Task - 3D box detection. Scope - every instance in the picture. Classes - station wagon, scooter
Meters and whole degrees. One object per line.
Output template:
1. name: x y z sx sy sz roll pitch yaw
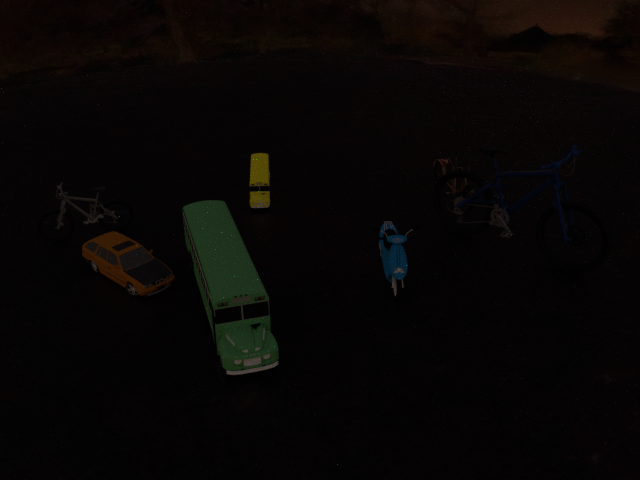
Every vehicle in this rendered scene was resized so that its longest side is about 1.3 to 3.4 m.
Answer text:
1. station wagon: -2.747 0.296 9.969 1.597 0.473 0.682 23 36 37
2. scooter: 1.023 0.134 9.799 0.662 0.919 1.399 -1 28 -3

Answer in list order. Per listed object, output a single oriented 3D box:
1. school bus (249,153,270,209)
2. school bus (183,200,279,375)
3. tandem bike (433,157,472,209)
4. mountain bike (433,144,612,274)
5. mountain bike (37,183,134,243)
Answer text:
1. school bus: -1.081 -1.064 12.596 0.365 0.434 1.708 -2 28 -4
2. school bus: -1.233 0.514 9.158 0.709 0.844 3.322 -8 29 -15
3. tandem bike: 2.373 -1.137 12.468 0.283 0.682 1.642 -7 29 -14
4. mountain bike: 2.915 -0.570 10.311 2.857 1.688 1.114 22 35 35
5. mountain bike: -3.671 -0.435 10.935 1.469 0.868 0.573 -12 30 -21
